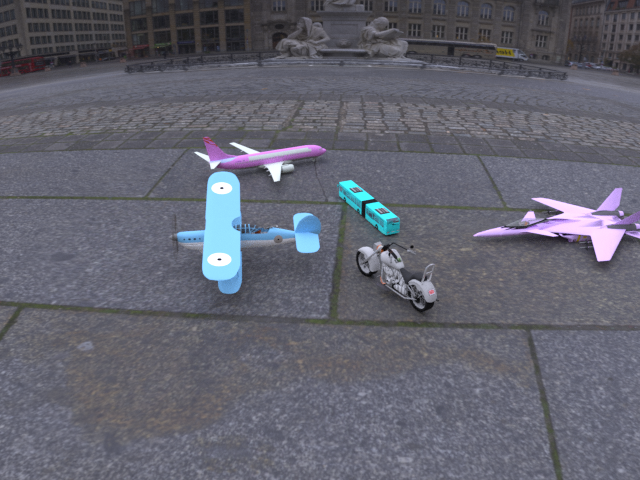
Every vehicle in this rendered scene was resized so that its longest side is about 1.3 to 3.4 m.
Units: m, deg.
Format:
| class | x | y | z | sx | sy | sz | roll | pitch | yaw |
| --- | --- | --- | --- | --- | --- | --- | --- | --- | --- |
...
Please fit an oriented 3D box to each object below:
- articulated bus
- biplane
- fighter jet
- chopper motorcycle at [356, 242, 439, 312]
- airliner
| class | x | y | z | sx | sy | sz | roll | pitch | yaw |
| --- | --- | --- | --- | --- | --- | --- | --- | --- | --- |
| articulated bus | 0.784 | -0.556 | 11.574 | 0.311 | 0.289 | 1.749 | -11 | 29 | -21 |
| biplane | -1.039 | -0.032 | 9.799 | 2.120 | 0.981 | 2.598 | -3 | 27 | -5 |
| fighter jet | 3.648 | -0.315 | 10.811 | 2.640 | 0.557 | 2.229 | -4 | 28 | -8 |
| chopper motorcycle | 0.985 | 0.365 | 9.267 | 0.466 | 0.761 | 1.563 | -17 | 32 | -29 |
| airliner | -1.009 | -1.718 | 13.234 | 2.541 | 0.835 | 2.257 | -13 | 30 | -24 |
